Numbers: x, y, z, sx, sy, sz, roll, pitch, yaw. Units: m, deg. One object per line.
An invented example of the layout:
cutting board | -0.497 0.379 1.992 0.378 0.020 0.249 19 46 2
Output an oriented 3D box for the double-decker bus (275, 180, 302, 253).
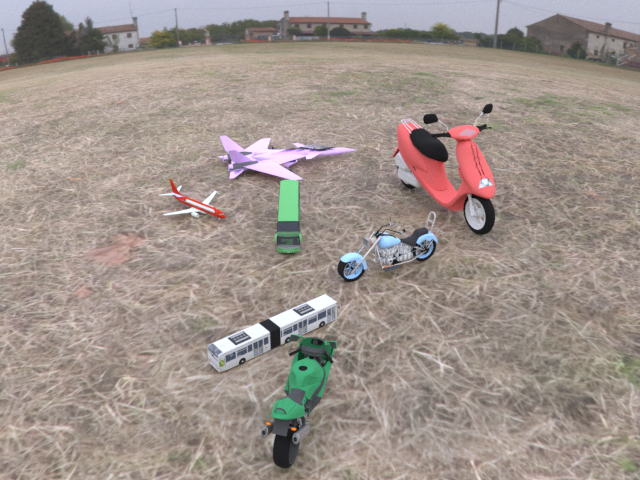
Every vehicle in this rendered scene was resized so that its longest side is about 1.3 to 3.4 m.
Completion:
double-decker bus | -0.477 -0.368 10.796 0.389 0.541 1.672 -1 28 -1

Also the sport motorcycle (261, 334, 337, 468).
sport motorcycle | -0.174 1.534 6.956 0.506 0.821 1.520 8 29 14

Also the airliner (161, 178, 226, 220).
airliner | -2.022 -0.658 11.455 1.307 0.429 1.161 20 34 33

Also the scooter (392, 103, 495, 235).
scooter | 1.981 -1.337 11.285 1.288 1.786 2.721 -13 31 -23

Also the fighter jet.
fighter jet | -0.547 -1.716 13.292 2.640 0.557 2.229 -9 29 -16

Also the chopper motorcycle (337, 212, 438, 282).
chopper motorcycle | 0.961 0.087 9.715 1.563 0.761 0.466 -13 31 -23

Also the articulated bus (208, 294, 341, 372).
articulated bus | -0.520 1.088 8.350 1.749 0.289 0.311 -21 35 -33
